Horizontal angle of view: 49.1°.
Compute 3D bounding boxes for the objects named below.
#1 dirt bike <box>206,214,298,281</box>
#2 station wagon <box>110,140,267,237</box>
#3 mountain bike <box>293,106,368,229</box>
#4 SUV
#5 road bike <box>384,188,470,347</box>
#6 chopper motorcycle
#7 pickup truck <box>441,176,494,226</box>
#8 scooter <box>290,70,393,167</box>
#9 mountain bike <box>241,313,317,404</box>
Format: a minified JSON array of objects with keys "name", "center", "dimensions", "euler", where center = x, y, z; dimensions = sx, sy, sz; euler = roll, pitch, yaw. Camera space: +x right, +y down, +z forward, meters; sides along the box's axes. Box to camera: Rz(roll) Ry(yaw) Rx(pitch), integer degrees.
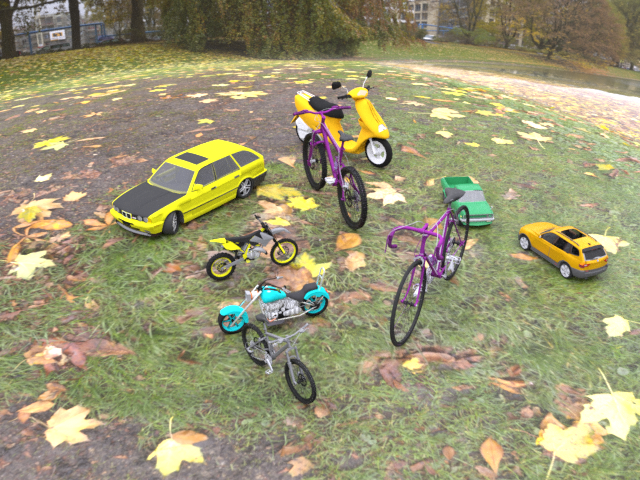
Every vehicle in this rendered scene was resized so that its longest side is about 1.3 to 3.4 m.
[{"name":"dirt bike","center":[-1.026,0.122,10.655],"dimensions":[1.493,0.857,0.527],"euler":[-12,31,-22]},{"name":"station wagon","center":[-2.347,-1.053,12.741],"dimensions":[1.327,0.920,3.105],"euler":[19,34,31]},{"name":"mountain bike","center":[0.225,-1.379,12.539],"dimensions":[1.114,1.688,2.857],"euler":[-11,30,-19]},{"name":"SUV","center":[3.822,0.065,11.048],"dimensions":[0.656,0.580,1.572],"euler":[-12,31,-21]},{"name":"road bike","center":[1.591,0.216,9.649],"dimensions":[0.696,1.656,3.004],"euler":[15,32,25]},{"name":"chopper motorcycle","center":[-0.617,0.817,9.481],"dimensions":[1.563,0.761,0.466],"euler":[-9,30,-17]},{"name":"pickup truck","center":[2.643,-0.771,12.652],"dimensions":[0.640,0.511,1.603],"euler":[-2,29,-5]},{"name":"scooter","center":[0.427,-2.628,14.725],"dimensions":[2.721,1.786,1.288],"euler":[22,36,35]},{"name":"mountain bike","center":[-0.523,1.346,8.400],"dimensions":[0.573,0.868,1.469],"euler":[-21,35,-34]}]
